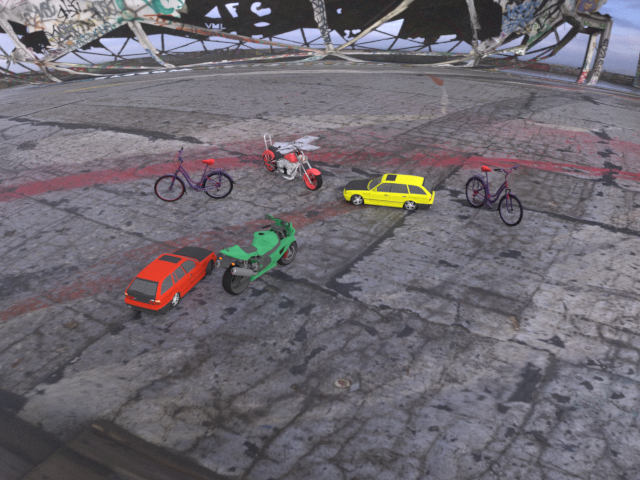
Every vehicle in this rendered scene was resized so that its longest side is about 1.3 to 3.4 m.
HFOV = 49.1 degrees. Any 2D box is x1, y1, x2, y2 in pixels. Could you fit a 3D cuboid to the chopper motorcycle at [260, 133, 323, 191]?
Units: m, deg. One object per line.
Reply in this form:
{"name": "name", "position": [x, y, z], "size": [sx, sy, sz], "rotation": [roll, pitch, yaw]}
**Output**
{"name": "chopper motorcycle", "position": [-0.539, -1.469, 13.133], "size": [0.466, 0.761, 1.563], "rotation": [-24, 36, -38]}

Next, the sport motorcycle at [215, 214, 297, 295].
{"name": "sport motorcycle", "position": [-0.839, 0.195, 9.910], "size": [0.506, 0.821, 1.520], "rotation": [21, 34, 34]}

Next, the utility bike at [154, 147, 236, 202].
{"name": "utility bike", "position": [-2.189, -1.093, 12.221], "size": [1.435, 0.946, 0.535], "rotation": [-4, 28, -8]}

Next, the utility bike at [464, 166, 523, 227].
{"name": "utility bike", "position": [2.957, -0.859, 11.776], "size": [0.535, 0.946, 1.435], "rotation": [-15, 31, -26]}

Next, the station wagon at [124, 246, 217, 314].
{"name": "station wagon", "position": [-2.053, 0.451, 9.797], "size": [0.682, 0.473, 1.597], "rotation": [11, 30, 19]}

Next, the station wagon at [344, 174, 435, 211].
{"name": "station wagon", "position": [1.212, -0.891, 12.344], "size": [1.597, 0.473, 0.682], "rotation": [6, 28, 12]}
